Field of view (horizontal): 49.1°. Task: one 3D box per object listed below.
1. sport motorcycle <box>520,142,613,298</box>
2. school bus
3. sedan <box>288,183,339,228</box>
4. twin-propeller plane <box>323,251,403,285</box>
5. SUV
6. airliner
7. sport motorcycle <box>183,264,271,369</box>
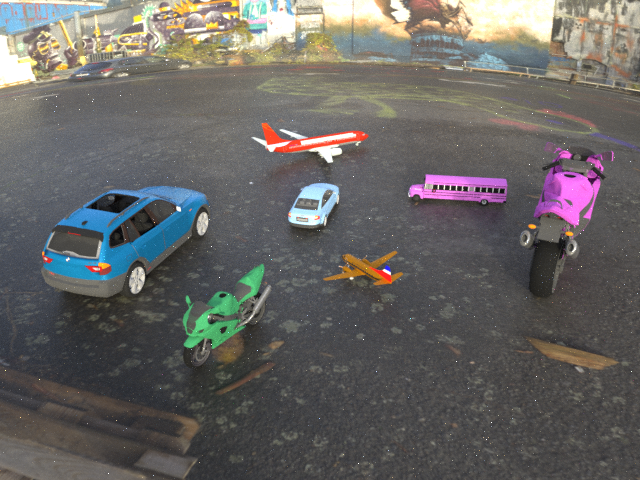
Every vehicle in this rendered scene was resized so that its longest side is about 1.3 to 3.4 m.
[{"bbox_3d":[3.527,-0.364,10.175,0.983,1.596,2.955,13,30,23],"label":"sport motorcycle"},{"bbox_3d":[2.444,-0.900,12.473,1.708,0.434,0.365,4,28,8],"label":"school bus"},{"bbox_3d":[-0.084,-0.671,11.977,0.635,0.483,1.613,7,28,13],"label":"sedan"},{"bbox_3d":[0.659,0.373,10.045,1.370,0.407,1.095,-19,33,-32],"label":"twin-propeller plane"},{"bbox_3d":[-2.772,-0.206,10.379,1.276,1.128,3.058,9,29,17],"label":"SUV"},{"bbox_3d":[-0.072,-2.195,14.539,2.541,0.835,2.257,-14,30,-25],"label":"airliner"},{"bbox_3d":[-1.144,0.919,8.540,0.506,0.821,1.520,16,32,29],"label":"sport motorcycle"}]
